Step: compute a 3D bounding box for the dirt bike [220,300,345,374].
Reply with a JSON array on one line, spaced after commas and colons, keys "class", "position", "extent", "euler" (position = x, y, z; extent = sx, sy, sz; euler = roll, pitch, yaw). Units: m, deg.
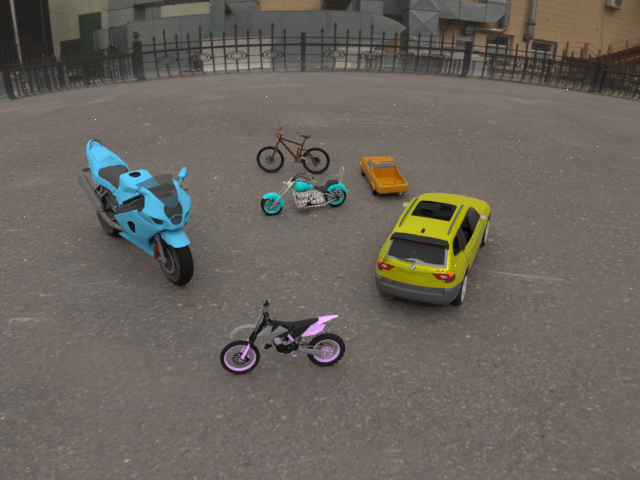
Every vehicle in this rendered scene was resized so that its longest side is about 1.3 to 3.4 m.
[{"class": "dirt bike", "position": [-0.433, 1.180, 8.213], "extent": [1.493, 0.857, 0.527], "euler": [-4, 28, -8]}]

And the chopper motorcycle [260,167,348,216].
[{"class": "chopper motorcycle", "position": [-0.272, -0.860, 12.275], "extent": [1.563, 0.761, 0.466], "euler": [-7, 28, -14]}]

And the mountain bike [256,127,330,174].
[{"class": "mountain bike", "position": [-0.535, -1.724, 13.835], "extent": [1.469, 0.868, 0.573], "euler": [2, 27, 4]}]

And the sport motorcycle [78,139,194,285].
[{"class": "sport motorcycle", "position": [-2.761, -0.462, 10.591], "extent": [0.983, 1.596, 2.955], "euler": [-21, 34, -35]}]

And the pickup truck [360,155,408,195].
[{"class": "pickup truck", "position": [1.209, -1.283, 13.370], "extent": [0.640, 0.511, 1.603], "euler": [-4, 28, -8]}]

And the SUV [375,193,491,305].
[{"class": "SUV", "position": [1.749, -0.100, 10.399], "extent": [1.276, 1.128, 3.058], "euler": [10, 29, 19]}]
